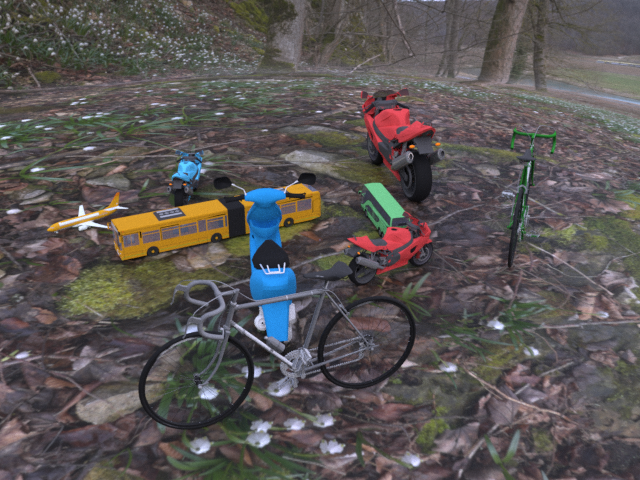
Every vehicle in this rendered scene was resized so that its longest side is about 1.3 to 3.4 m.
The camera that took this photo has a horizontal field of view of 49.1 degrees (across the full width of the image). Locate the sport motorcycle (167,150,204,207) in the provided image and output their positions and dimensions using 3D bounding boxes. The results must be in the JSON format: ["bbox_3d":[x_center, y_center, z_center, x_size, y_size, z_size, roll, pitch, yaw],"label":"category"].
[{"bbox_3d":[-2.361,-1.068,12.406,0.506,0.821,1.520,1,26,2],"label":"sport motorcycle"}]

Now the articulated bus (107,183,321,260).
[{"bbox_3d":[-1.597,-0.333,11.194,3.401,0.561,0.605,-13,29,-25],"label":"articulated bus"}]

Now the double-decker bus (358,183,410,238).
[{"bbox_3d":[1.044,-0.461,11.481,0.389,0.541,1.672,-6,27,-12],"label":"double-decker bus"}]

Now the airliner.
[{"bbox_3d":[-3.878,-0.442,11.569,1.307,0.429,1.161,-20,32,-35],"label":"airliner"}]

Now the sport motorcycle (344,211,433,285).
[{"bbox_3d":[1.016,0.132,9.944,1.520,0.821,0.506,-15,30,-28],"label":"sport motorcycle"}]

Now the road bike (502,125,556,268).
[{"bbox_3d":[3.163,-0.773,10.848,0.696,1.656,3.004,9,27,18],"label":"road bike"}]

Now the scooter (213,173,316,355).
[{"bbox_3d":[-0.646,0.126,8.856,1.288,1.786,2.721,-3,26,-7],"label":"scooter"}]

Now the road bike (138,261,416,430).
[{"bbox_3d":[-0.349,1.037,7.138,3.004,1.656,0.697,-10,28,-19],"label":"road bike"}]

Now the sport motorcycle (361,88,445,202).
[{"bbox_3d":[1.444,-1.849,13.122,0.983,1.596,2.955,-7,27,-14],"label":"sport motorcycle"}]
